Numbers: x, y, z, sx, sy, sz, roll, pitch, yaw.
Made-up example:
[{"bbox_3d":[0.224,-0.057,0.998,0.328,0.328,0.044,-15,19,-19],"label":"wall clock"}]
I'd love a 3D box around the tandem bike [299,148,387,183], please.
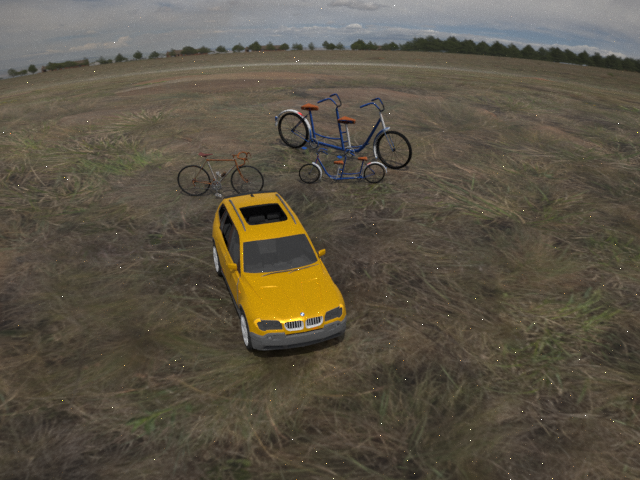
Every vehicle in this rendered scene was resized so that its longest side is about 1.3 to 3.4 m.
[{"bbox_3d":[0.425,-1.359,12.945,1.642,0.682,0.283,0,27,-1],"label":"tandem bike"}]

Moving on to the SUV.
[{"bbox_3d":[-0.642,0.282,9.233,1.276,1.128,3.058,-8,28,-16],"label":"SUV"}]

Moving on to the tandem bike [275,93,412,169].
[{"bbox_3d":[0.408,-2.274,14.030,3.192,1.326,0.550,16,31,28],"label":"tandem bike"}]

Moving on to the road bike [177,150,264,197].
[{"bbox_3d":[-1.764,-1.164,12.374,1.545,0.852,0.358,1,27,1],"label":"road bike"}]
